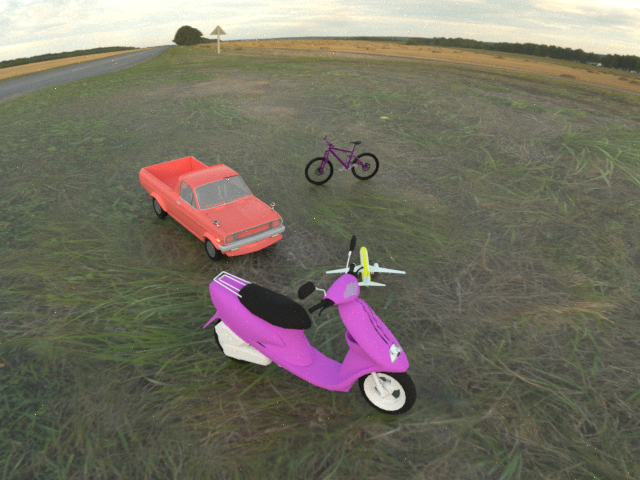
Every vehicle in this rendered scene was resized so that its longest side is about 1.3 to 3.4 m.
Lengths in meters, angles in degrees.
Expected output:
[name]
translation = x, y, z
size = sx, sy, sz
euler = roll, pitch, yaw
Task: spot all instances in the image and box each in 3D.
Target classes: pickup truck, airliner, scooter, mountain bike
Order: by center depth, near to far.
[scooter]
translation = -0.173, 0.913, 7.834
size = 2.721, 1.786, 1.288
euler = 14, 31, 24
[airliner]
translation = 0.671, 0.323, 10.338
size = 1.161, 0.429, 1.307
euler = 0, 29, 0
[pickup truck]
translation = -1.882, -0.711, 11.651
size = 1.244, 0.993, 3.117
euler = -20, 34, -32
[mountain bike]
translation = 0.424, -1.490, 13.215
size = 1.469, 0.868, 0.573
euler = -7, 29, -13
